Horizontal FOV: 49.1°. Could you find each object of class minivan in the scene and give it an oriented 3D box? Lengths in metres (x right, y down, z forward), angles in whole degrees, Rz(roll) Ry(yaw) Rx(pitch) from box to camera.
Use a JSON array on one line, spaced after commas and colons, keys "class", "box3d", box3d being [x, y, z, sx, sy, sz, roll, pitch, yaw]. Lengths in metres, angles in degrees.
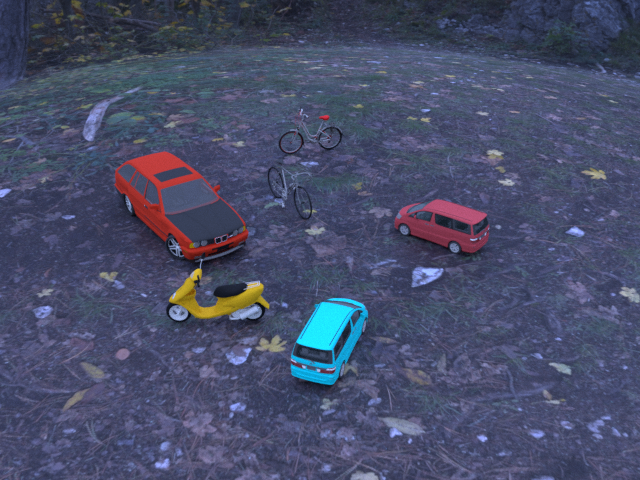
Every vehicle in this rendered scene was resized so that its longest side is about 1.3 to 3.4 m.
[{"class": "minivan", "box3d": [1.967, -0.296, 11.428, 1.548, 0.616, 0.681, 21, 36, 32]}, {"class": "minivan", "box3d": [0.153, 1.164, 8.911, 0.681, 0.616, 1.548, 10, 32, 17]}]

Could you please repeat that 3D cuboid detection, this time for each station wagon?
[{"class": "station wagon", "box3d": [-2.394, -0.678, 11.782, 1.327, 0.920, 3.105, -20, 36, -30]}]

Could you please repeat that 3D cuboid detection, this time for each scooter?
[{"class": "scooter", "box3d": [-1.392, 0.711, 9.391, 1.399, 0.919, 0.662, -1, 30, -2]}]

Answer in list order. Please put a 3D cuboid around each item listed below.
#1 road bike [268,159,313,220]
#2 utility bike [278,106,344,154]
[{"class": "road bike", "box3d": [-0.550, -0.949, 12.318, 0.358, 0.852, 1.545, -18, 34, -27]}, {"class": "utility bike", "box3d": [-0.152, -2.236, 14.443, 1.435, 0.946, 0.535, -9, 31, -15]}]
